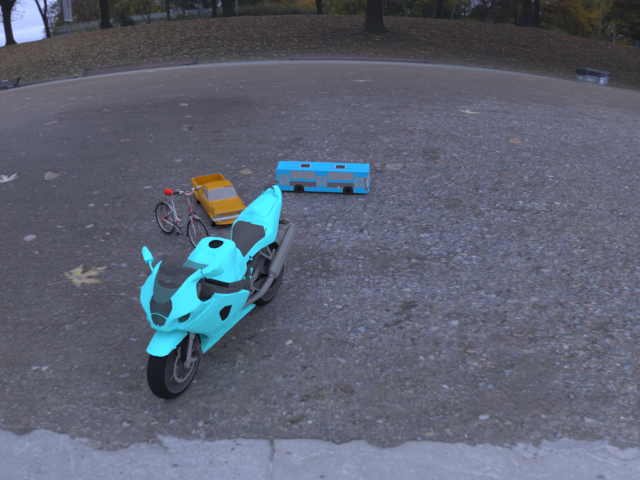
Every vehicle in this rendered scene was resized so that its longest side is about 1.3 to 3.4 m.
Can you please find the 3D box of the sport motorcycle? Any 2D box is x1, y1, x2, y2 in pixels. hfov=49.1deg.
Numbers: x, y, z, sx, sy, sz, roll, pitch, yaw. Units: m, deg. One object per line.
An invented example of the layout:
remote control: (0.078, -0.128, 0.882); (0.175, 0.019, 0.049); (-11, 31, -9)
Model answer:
sport motorcycle: (-1.163, 0.535, 8.330); (0.983, 1.596, 2.955); (12, 30, 21)

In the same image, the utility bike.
utility bike: (-2.127, -0.421, 10.824); (1.435, 0.946, 0.535); (24, 36, 38)

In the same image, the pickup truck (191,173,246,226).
pickup truck: (-1.736, -0.758, 11.920); (0.640, 0.511, 1.603); (-11, 30, -20)

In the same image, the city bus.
city bus: (0.059, -1.117, 12.649); (1.674, 0.460, 0.476); (2, 28, 4)
